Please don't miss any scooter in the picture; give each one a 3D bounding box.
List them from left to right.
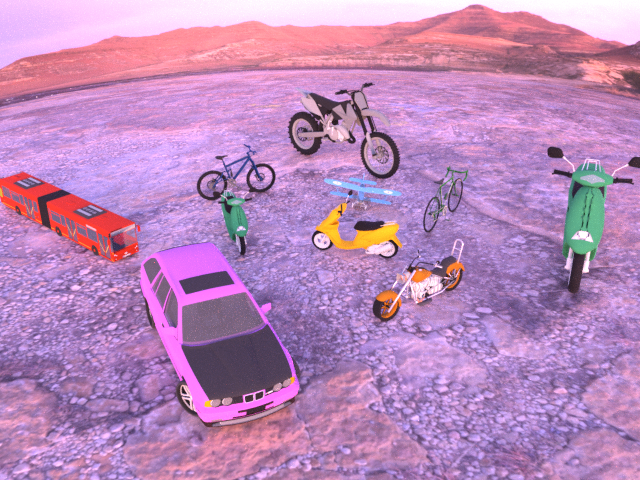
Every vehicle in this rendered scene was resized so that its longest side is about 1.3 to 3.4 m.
[{"bbox_3d":[-1.341,-0.424,10.935,0.662,0.919,1.399,-8,28,-15],"label":"scooter"},{"bbox_3d":[0.548,-0.198,10.485,1.399,0.919,0.662,7,28,14],"label":"scooter"},{"bbox_3d":[3.879,-0.533,10.185,1.288,1.786,2.721,10,28,19],"label":"scooter"}]

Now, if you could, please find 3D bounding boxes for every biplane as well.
[{"bbox_3d":[0.752,-0.853,12.248,1.336,0.504,1.090,2,27,5],"label":"biplane"}]

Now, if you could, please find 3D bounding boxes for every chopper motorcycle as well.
[{"bbox_3d":[1.327,0.520,9.233,1.563,0.761,0.466,-19,32,-32],"label":"chopper motorcycle"}]

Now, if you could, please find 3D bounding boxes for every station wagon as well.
[{"bbox_3d":[-1.288,0.916,8.268,1.327,0.920,3.105,-12,29,-22],"label":"station wagon"}]

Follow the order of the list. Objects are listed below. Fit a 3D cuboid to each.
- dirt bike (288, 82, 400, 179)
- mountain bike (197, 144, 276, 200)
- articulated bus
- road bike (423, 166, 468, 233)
[{"bbox_3d":[0.421,-2.238,13.708,2.903,1.666,1.024,23,35,38],"label":"dirt bike"},{"bbox_3d":[-1.490,-1.185,12.504,1.469,0.868,0.573,-11,29,-20],"label":"mountain bike"},{"bbox_3d":[-4.159,-0.438,11.360,3.401,0.561,0.605,21,33,35],"label":"articulated bus"},{"bbox_3d":[2.058,-0.701,11.560,0.358,0.852,1.545,16,31,29],"label":"road bike"}]
